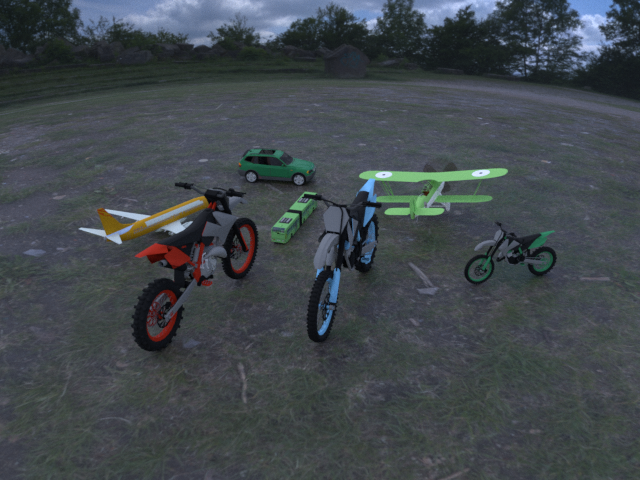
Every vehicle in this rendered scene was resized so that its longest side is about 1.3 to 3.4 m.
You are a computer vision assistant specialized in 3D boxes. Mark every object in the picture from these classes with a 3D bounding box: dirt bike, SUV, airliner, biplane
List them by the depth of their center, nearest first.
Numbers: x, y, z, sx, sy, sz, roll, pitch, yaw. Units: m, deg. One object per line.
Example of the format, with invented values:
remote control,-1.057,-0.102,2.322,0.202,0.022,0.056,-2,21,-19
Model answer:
dirt bike,-1.573,0.179,9.212,1.024,1.666,2.903,11,27,22
dirt bike,0.377,0.093,9.393,1.024,1.666,2.903,8,26,17
dirt bike,2.790,0.196,10.126,1.493,0.857,0.527,-7,26,-15
airliner,-2.655,-0.503,11.642,2.257,0.835,2.541,17,30,32
biplane,1.808,-0.779,12.058,2.598,0.981,2.120,10,27,20
SUV,-0.866,-1.496,14.059,1.572,0.580,0.656,4,25,9

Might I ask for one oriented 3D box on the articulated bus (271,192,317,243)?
articulated bus,-0.413,-0.409,12.085,0.311,0.289,1.749,8,26,16
